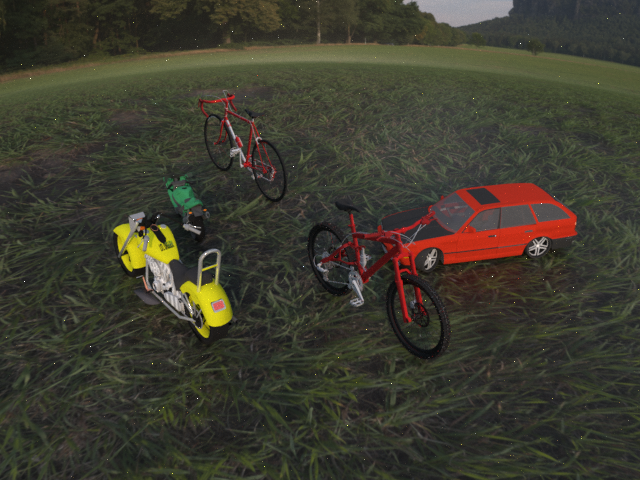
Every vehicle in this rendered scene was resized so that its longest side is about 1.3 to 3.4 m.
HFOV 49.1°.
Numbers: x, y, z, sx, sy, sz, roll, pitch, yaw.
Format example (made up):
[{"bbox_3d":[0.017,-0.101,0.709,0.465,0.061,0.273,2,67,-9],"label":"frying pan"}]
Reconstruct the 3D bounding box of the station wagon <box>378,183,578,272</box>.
[{"bbox_3d":[2.471,-0.285,11.107,3.105,0.920,1.327,-7,29,-12],"label":"station wagon"}]

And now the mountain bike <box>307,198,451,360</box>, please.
[{"bbox_3d":[0.670,0.347,9.093,1.114,1.688,2.857,-18,33,-31],"label":"mountain bike"}]

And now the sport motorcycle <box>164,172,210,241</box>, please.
[{"bbox_3d":[-2.243,-0.582,11.775,0.506,0.821,1.520,-13,31,-23],"label":"sport motorcycle"}]

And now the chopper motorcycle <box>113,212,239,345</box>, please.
[{"bbox_3d":[-2.108,0.264,9.472,0.906,1.480,3.040,-20,34,-33],"label":"chopper motorcycle"}]

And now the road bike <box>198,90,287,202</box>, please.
[{"bbox_3d":[-1.474,-1.813,13.209,0.696,1.656,3.004,-19,33,-32],"label":"road bike"}]
